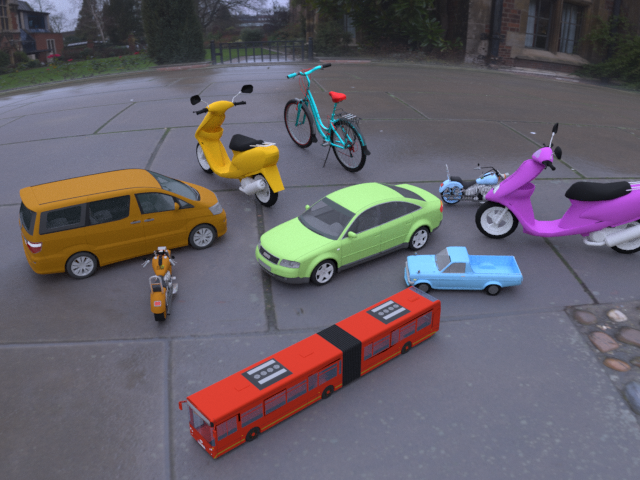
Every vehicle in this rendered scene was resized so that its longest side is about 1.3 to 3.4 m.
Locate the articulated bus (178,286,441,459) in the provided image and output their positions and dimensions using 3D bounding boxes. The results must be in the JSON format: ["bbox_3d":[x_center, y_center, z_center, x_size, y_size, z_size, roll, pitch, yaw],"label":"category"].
[{"bbox_3d":[0.059,1.379,7.916,3.401,0.561,0.605,-22,35,-35],"label":"articulated bus"}]

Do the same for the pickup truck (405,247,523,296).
[{"bbox_3d":[1.999,0.402,9.819,1.603,0.511,0.640,1,28,2],"label":"pickup truck"}]

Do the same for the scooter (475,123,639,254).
[{"bbox_3d":[3.778,-0.703,10.547,2.721,1.786,1.288,7,29,13],"label":"scooter"}]

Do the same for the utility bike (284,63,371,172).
[{"bbox_3d":[-0.004,-2.409,13.721,1.039,1.839,2.791,-19,33,-32],"label":"utility bike"}]

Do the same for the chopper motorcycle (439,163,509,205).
[{"bbox_3d":[2.855,-0.951,12.113,1.563,0.761,0.466,0,28,0],"label":"chopper motorcycle"}]

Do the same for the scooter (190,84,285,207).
[{"bbox_3d":[-1.527,-1.733,12.497,1.288,1.786,2.721,-21,34,-34],"label":"scooter"}]

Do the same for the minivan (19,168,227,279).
[{"bbox_3d":[-2.919,-0.388,10.582,3.011,1.197,1.324,-15,31,-26],"label":"minivan"}]

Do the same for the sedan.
[{"bbox_3d":[0.487,-0.236,10.569,3.137,0.940,1.235,-18,33,-31],"label":"sedan"}]

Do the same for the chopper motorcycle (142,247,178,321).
[{"bbox_3d":[-2.134,0.457,9.447,0.466,0.761,1.563,-4,28,-7],"label":"chopper motorcycle"}]
